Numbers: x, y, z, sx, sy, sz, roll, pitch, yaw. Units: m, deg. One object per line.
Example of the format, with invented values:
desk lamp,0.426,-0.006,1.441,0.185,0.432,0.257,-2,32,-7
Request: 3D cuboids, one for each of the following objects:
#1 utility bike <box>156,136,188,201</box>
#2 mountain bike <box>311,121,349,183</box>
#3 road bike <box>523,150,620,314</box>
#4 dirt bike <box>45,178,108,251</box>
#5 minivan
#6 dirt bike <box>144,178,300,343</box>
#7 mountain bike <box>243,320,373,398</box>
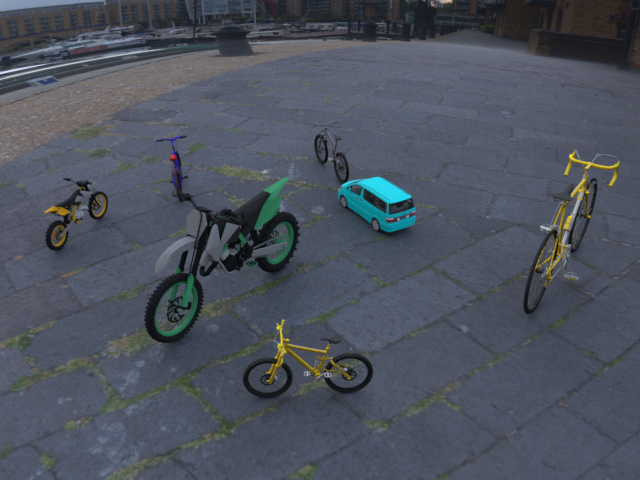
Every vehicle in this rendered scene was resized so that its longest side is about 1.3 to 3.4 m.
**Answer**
utility bike,-2.552,-1.298,12.231,0.535,0.946,1.435,-5,31,-8
mountain bike,0.206,-1.650,12.898,0.573,0.868,1.469,-12,33,-20
road bike,3.408,-0.184,9.668,0.696,1.656,3.004,19,36,29
dirt bike,-3.819,-0.484,10.951,0.527,0.857,1.493,11,32,18
minivan,0.904,-0.678,11.513,0.681,0.616,1.548,-17,35,-27
dirt bike,-1.191,0.121,9.146,1.024,1.666,2.903,21,36,31
mountain bike,-0.131,1.391,7.794,1.469,0.868,0.573,-3,31,-4
